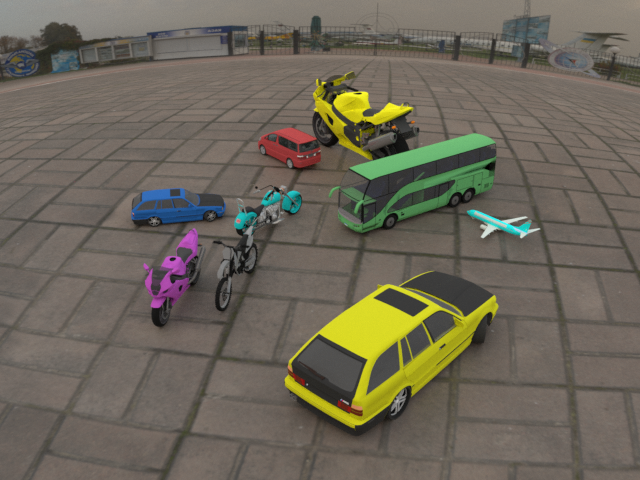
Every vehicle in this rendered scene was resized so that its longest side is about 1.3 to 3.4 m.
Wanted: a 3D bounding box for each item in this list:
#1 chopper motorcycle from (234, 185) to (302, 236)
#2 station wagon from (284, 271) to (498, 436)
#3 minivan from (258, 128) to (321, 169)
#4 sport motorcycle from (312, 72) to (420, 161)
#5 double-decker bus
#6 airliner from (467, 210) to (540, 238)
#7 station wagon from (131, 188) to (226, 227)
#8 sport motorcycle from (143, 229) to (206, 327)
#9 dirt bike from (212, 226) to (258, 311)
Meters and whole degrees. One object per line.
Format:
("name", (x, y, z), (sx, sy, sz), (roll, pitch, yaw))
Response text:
("chopper motorcycle", (-0.838, -0.582, 11.656), (0.466, 0.761, 1.563), (21, 35, 33))
("station wagon", (0.997, 1.088, 8.465), (1.327, 0.920, 3.105), (23, 36, 36))
("minivan", (-0.651, -1.942, 14.271), (0.681, 0.616, 1.548), (-21, 35, -33))
("sport motorcycle", (0.773, -2.330, 13.960), (0.983, 1.596, 2.955), (-20, 35, -32))
("double-decker bus", (1.694, -0.999, 12.112), (3.251, 1.052, 0.756), (-18, 34, -29))
("airliner", (2.951, -0.353, 11.584), (1.161, 0.429, 1.307), (-21, 35, -33))
("station wagon", (-2.423, -0.607, 11.999), (1.597, 0.473, 0.682), (-6, 29, -10))
("sport motorcycle", (-1.979, 0.508, 9.620), (0.506, 0.821, 1.520), (6, 29, 11))
("dirt bike", (-1.170, 0.339, 9.889), (0.527, 0.857, 1.493), (8, 30, 14))
